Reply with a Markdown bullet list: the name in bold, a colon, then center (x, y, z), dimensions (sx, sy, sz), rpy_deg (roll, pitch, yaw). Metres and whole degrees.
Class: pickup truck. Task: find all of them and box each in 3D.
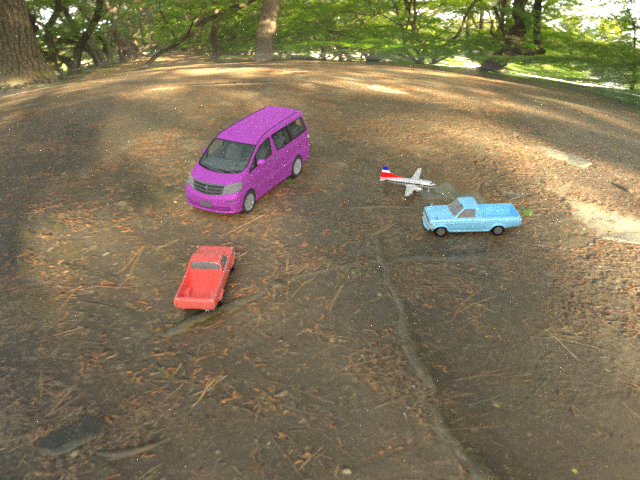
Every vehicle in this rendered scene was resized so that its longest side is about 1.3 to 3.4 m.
- **pickup truck**: center (-1.642, 0.493, 10.116), dimensions (0.640, 0.511, 1.603), rpy_deg (2, 29, 3)
- **pickup truck**: center (2.553, -0.425, 11.810), dimensions (1.603, 0.511, 0.640), rpy_deg (-1, 28, -3)

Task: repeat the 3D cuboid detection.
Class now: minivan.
- **minivan**: center (-1.312, -1.544, 13.155), dimensions (1.324, 1.197, 3.011), rpy_deg (13, 31, 23)

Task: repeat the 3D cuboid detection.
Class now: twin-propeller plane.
- **twin-propeller plane**: center (1.679, -1.149, 13.254), dimensions (1.095, 0.407, 1.370), rpy_deg (8, 30, 15)
